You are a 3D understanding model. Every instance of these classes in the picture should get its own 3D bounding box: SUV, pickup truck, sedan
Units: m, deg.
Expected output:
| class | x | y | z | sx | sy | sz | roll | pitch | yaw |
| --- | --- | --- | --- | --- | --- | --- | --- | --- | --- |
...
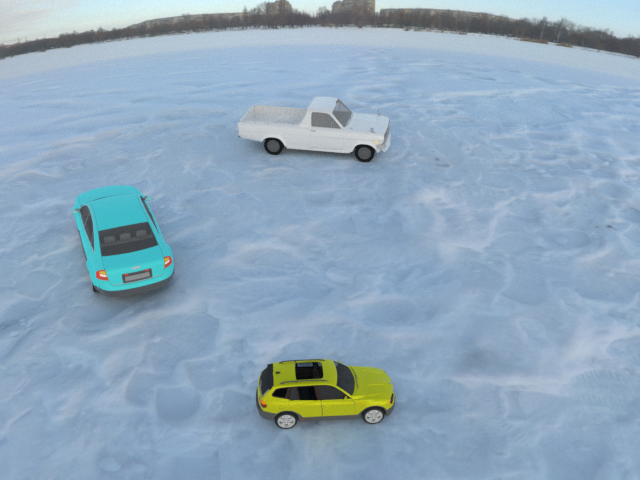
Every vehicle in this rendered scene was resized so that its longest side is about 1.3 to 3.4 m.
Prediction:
| class | x | y | z | sx | sy | sz | roll | pitch | yaw |
| --- | --- | --- | --- | --- | --- | --- | --- | --- | --- |
| SUV | 0.062 | 1.673 | 7.879 | 1.572 | 0.580 | 0.656 | -2 | 30 | -4 |
| pickup truck | -0.096 | -2.370 | 14.383 | 3.117 | 0.993 | 1.244 | 6 | 31 | 10 |
| sedan | -3.082 | -0.200 | 10.726 | 1.235 | 0.940 | 3.137 | -12 | 32 | -20 |
